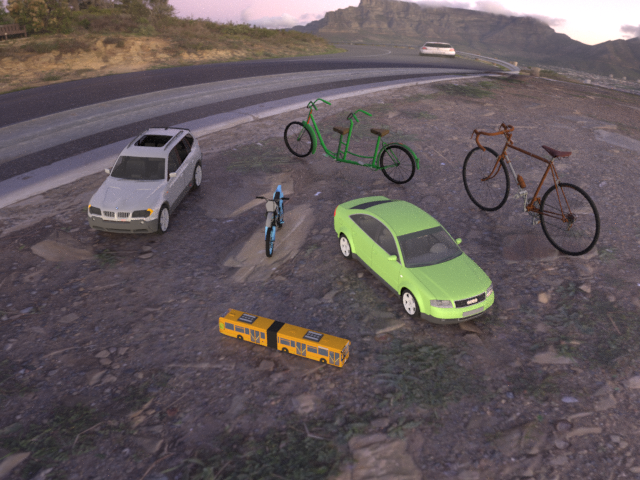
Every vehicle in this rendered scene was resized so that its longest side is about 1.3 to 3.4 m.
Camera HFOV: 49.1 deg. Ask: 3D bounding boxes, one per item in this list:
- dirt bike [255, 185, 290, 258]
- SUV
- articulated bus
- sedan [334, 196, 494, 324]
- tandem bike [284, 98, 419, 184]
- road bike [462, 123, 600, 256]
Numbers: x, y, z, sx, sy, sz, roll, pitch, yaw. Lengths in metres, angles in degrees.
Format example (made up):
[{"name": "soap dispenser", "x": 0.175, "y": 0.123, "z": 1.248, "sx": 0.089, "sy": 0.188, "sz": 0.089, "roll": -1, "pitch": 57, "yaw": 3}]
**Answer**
[{"name": "dirt bike", "x": -0.722, "y": -0.368, "z": 11.205, "sx": 0.527, "sy": 0.857, "sz": 1.493, "roll": 3, "pitch": 28, "yaw": 5}, {"name": "SUV", "x": -3.004, "y": -1.120, "z": 12.327, "sx": 1.276, "sy": 1.128, "sz": 3.058, "roll": 4, "pitch": 28, "yaw": 7}, {"name": "articulated bus", "x": -0.462, "y": 1.222, "z": 8.828, "sx": 1.749, "sy": 0.289, "sz": 0.311, "roll": 12, "pitch": 30, "yaw": 21}, {"name": "sedan", "x": 1.290, "y": 0.113, "z": 10.216, "sx": 1.235, "sy": 0.940, "sz": 3.137, "roll": -13, "pitch": 31, "yaw": -23}, {"name": "tandem bike", "x": 0.541, "y": -1.981, "z": 13.732, "sx": 3.192, "sy": 1.326, "sz": 0.550, "roll": 19, "pitch": 33, "yaw": 31}, {"name": "road bike", "x": 3.352, "y": -0.905, "z": 11.363, "sx": 0.696, "sy": 1.656, "sz": 3.004, "roll": -16, "pitch": 32, "yaw": -27}]
